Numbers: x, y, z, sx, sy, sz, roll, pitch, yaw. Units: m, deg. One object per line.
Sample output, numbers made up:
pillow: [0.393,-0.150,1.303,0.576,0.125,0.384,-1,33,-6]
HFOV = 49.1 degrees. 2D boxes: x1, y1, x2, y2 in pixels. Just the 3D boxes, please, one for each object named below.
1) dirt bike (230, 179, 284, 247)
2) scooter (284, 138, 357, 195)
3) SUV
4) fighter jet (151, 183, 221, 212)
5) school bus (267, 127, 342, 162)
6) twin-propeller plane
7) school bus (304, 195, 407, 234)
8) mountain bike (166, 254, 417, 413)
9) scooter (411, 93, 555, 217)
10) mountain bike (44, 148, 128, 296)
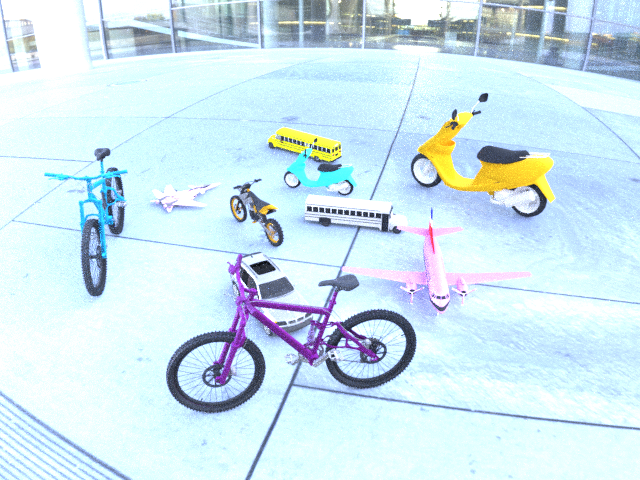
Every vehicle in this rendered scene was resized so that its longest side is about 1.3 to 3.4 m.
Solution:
dirt bike: [-1.058,-0.487,11.322,0.527,0.857,1.493,-22,36,-33]
scooter: [-0.007,-1.294,12.668,1.399,0.919,0.662,9,31,16]
SUV: [-0.689,0.693,9.543,0.656,0.580,1.572,-16,34,-26]
fighter jet: [-2.331,-0.901,12.617,1.358,0.286,1.147,-26,39,-37]
school bus: [-0.353,-1.961,14.317,1.708,0.434,0.365,20,35,30]
twin-propeller plane: [1.648,0.301,10.015,2.663,0.792,2.129,2,30,3]
school bus: [0.602,-0.439,11.664,1.708,0.434,0.365,6,30,11]
mountain bike: [-0.276,1.098,7.725,2.857,1.688,1.114,-7,30,-11]
scooter: [2.793,-1.473,12.107,2.721,1.786,1.288,21,36,32]
mountain bike: [-3.250,-0.455,10.432,1.114,1.688,2.857,-3,30,-5]
